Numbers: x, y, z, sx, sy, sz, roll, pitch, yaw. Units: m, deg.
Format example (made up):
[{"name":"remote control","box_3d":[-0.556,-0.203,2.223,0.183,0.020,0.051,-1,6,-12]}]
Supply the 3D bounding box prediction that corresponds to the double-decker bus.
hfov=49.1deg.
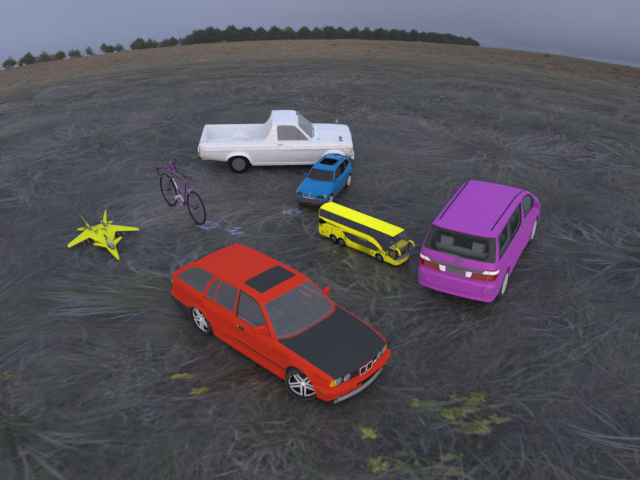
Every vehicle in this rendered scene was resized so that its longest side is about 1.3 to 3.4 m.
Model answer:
[{"name":"double-decker bus","box_3d":[0.690,-0.098,10.987,1.672,0.541,0.389,23,36,36]}]

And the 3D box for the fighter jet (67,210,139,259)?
[{"name":"fighter jet","box_3d":[-3.428,-0.059,11.183,1.147,0.286,1.358,-16,32,-27]}]

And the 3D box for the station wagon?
[{"name":"station wagon","box_3d":[-0.563,0.891,8.778,3.105,0.920,1.327,25,37,37]}]

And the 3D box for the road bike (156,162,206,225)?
[{"name":"road bike","box_3d":[-2.373,-0.820,11.987,0.358,0.852,1.545,-22,35,-34]}]

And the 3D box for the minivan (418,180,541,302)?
[{"name":"minivan","box_3d":[2.491,-0.213,10.514,1.324,1.197,3.011,14,32,24]}]

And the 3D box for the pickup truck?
[{"name":"pickup truck","box_3d":[-0.864,-2.030,14.060,3.117,0.993,1.244,-1,29,-2]}]

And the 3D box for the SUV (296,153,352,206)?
[{"name":"SUV","box_3d":[0.093,-1.115,12.812,0.656,0.580,1.572,11,30,19]}]
